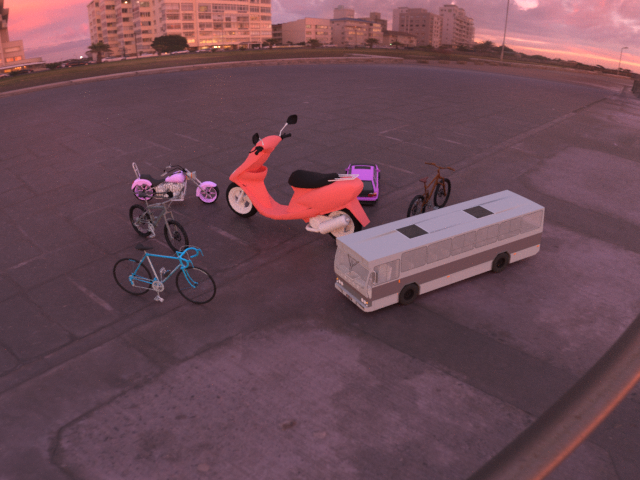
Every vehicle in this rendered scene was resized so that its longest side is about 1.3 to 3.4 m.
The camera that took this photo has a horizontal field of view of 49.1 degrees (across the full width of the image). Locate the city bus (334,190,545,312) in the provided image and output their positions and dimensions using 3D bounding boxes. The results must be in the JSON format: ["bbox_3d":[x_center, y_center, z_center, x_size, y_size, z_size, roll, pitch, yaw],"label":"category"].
[{"bbox_3d":[1.787,0.132,10.192,3.255,0.894,0.926,-16,31,-27],"label":"city bus"}]

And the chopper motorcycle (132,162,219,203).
[{"bbox_3d":[-2.607,-1.022,12.557,1.563,0.761,0.466,0,27,1],"label":"chopper motorcycle"}]

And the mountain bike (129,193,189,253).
[{"bbox_3d":[-2.583,-0.315,11.081,1.469,0.868,0.573,22,35,36],"label":"mountain bike"}]

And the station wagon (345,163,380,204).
[{"bbox_3d":[0.795,-1.155,13.125,0.682,0.473,1.597,2,28,4],"label":"station wagon"}]

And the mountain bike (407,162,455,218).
[{"bbox_3d":[1.894,-0.790,11.994,0.573,0.868,1.469,19,33,32],"label":"mountain bike"}]

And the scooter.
[{"bbox_3d":[-0.439,-0.972,11.348,2.721,1.786,1.288,15,31,26],"label":"scooter"}]

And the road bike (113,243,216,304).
[{"bbox_3d":[-2.159,0.454,9.619,1.545,0.852,0.358,7,28,13],"label":"road bike"}]
